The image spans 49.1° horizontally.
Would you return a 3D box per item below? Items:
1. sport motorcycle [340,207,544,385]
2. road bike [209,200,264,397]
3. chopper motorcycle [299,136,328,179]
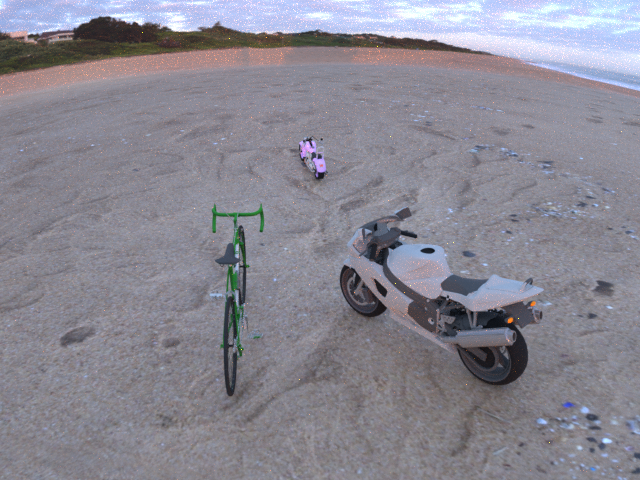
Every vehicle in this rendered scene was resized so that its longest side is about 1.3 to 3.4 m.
[{"bbox_3d":[1.360,0.672,8.787,2.955,1.596,0.983,25,37,38],"label":"sport motorcycle"},{"bbox_3d":[-1.072,0.586,8.886,0.696,1.656,3.004,-1,28,-2],"label":"road bike"},{"bbox_3d":[-0.175,-1.784,14.300,0.466,0.761,1.563,-8,29,-14],"label":"chopper motorcycle"}]
